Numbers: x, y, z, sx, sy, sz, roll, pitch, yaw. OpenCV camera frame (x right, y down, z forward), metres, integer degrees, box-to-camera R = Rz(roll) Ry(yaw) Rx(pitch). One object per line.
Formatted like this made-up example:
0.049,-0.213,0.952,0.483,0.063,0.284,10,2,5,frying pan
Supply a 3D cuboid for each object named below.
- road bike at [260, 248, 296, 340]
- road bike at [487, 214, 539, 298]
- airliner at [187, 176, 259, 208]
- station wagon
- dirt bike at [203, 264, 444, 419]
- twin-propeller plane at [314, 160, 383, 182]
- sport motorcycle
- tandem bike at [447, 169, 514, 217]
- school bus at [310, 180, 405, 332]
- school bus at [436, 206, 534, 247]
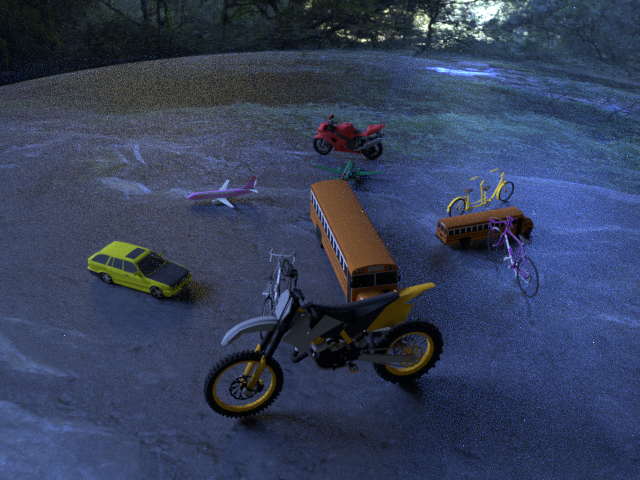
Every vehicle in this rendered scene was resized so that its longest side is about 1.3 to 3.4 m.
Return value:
-0.610,0.688,9.562,0.358,0.852,1.545,6,30,10,road bike
2.868,0.198,10.413,0.358,0.852,1.545,-7,31,-13,road bike
-1.788,-0.930,12.795,1.307,0.429,1.161,-5,30,-9,airliner
-2.688,0.404,10.434,1.597,0.473,0.682,13,33,22,station wagon
0.102,1.165,7.919,2.903,1.666,1.024,-9,31,-15,dirt bike
0.536,-1.368,13.578,1.370,0.407,1.095,7,31,11,twin-propeller plane
0.587,-2.098,14.431,1.520,0.821,0.506,7,31,12,sport motorcycle
2.870,-0.829,12.367,1.642,0.682,0.283,-19,35,-29,tandem bike
0.506,0.154,10.497,0.709,0.844,3.322,-6,31,-11,school bus
2.767,-0.236,11.585,1.708,0.434,0.365,-10,31,-16,school bus
